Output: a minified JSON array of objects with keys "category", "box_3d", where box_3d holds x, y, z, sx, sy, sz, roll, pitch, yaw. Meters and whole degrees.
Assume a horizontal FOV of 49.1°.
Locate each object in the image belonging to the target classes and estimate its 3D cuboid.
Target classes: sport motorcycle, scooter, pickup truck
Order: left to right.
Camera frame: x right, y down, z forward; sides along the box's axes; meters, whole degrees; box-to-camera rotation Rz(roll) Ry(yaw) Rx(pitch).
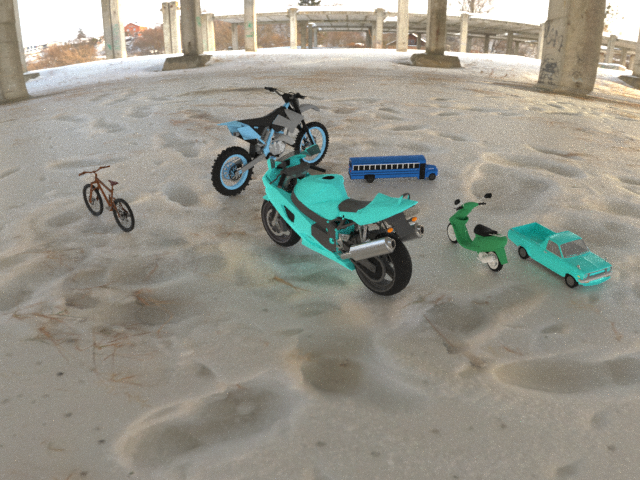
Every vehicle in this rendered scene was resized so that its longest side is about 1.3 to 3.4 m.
[{"category":"sport motorcycle","box_3d":[0.157,-0.308,9.834,0.983,1.596,2.955,-24,35,-39]},{"category":"scooter","box_3d":[2.308,-0.163,10.304,0.662,0.919,1.399,-12,29,-22]},{"category":"pickup truck","box_3d":[3.452,0.141,10.152,0.640,0.511,1.603,-13,29,-24]}]

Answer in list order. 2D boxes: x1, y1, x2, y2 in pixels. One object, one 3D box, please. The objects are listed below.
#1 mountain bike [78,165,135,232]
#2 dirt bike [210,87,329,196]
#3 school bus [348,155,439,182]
[{"category":"mountain bike","box_3d":[-3.470,-0.674,11.390,1.469,0.868,0.573,23,34,38]},{"category":"dirt bike","box_3d":[-0.865,-1.882,12.926,1.024,1.666,2.903,23,35,39]},{"category":"school bus","box_3d":[1.403,-1.361,13.262,1.708,0.434,0.365,-3,27,-5]}]
